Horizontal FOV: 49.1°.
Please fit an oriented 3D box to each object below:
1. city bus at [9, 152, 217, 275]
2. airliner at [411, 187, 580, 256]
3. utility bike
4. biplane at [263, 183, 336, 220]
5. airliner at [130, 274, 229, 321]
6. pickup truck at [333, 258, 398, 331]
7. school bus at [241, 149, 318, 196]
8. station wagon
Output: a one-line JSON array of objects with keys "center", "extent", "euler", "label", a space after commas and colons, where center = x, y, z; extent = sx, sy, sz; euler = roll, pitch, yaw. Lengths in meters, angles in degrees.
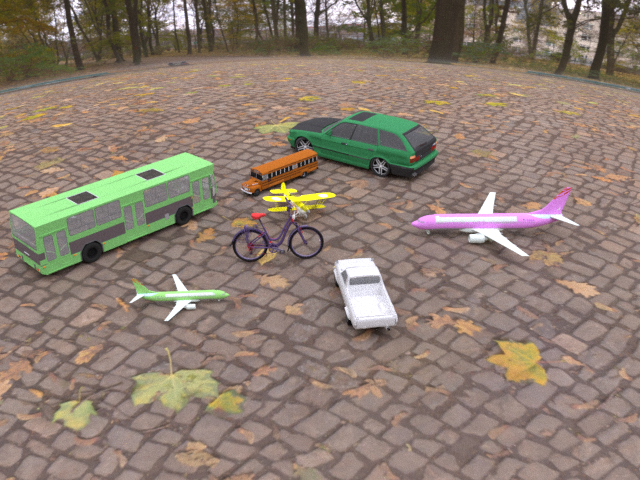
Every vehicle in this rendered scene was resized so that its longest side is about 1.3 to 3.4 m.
[{"center": [-3.159, -0.464, 11.177], "extent": [0.926, 0.894, 3.255], "euler": [24, 36, 37], "label": "city bus"}, {"center": [2.751, -0.463, 11.239], "extent": [2.541, 0.835, 2.257], "euler": [0, 28, 0], "label": "airliner"}, {"center": [-0.662, -0.143, 10.530], "extent": [1.435, 0.946, 0.535], "euler": [-3, 29, -5], "label": "utility bike"}, {"center": [-0.413, -0.669, 11.967], "extent": [1.336, 0.504, 1.090], "euler": [-14, 32, -25], "label": "biplane"}, {"center": [-1.901, 0.682, 9.547], "extent": [1.307, 0.429, 1.161], "euler": [-3, 29, -5], "label": "airliner"}, {"center": [0.592, 0.669, 9.486], "extent": [0.640, 0.511, 1.603], "euler": [-4, 29, -7], "label": "pickup truck"}, {"center": [-0.756, -1.277, 13.166], "extent": [1.708, 0.434, 0.365], "euler": [-25, 37, -38], "label": "school bus"}, {"center": [0.799, -2.077, 14.133], "extent": [3.105, 0.920, 1.327], "euler": [18, 33, 30], "label": "station wagon"}]
